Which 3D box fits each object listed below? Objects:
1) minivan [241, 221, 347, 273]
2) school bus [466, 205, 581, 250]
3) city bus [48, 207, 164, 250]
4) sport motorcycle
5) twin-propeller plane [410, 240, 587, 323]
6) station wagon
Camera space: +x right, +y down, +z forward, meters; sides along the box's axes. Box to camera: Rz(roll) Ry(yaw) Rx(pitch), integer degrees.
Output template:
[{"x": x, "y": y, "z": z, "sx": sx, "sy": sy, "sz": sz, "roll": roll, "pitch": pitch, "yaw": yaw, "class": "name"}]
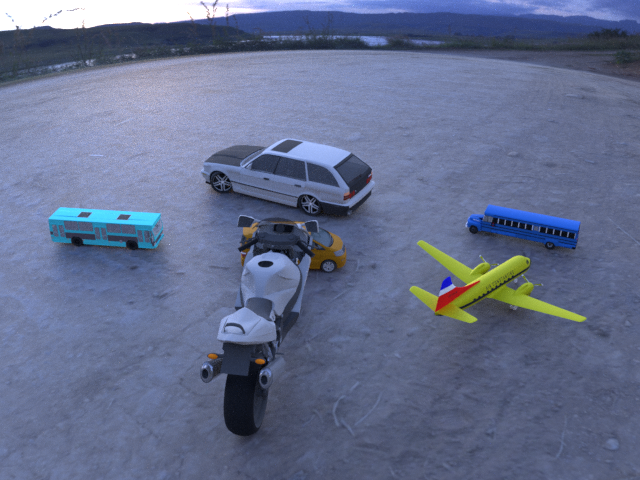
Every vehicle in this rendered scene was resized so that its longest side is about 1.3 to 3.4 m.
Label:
[{"x": -0.385, "y": 0.079, "z": 10.250, "sx": 1.548, "sy": 0.616, "sz": 0.681, "roll": -1, "pitch": 29, "yaw": -2, "class": "minivan"}, {"x": 3.157, "y": -0.217, "z": 10.963, "sx": 1.708, "sy": 0.434, "sz": 0.365, "roll": 13, "pitch": 32, "yaw": 22, "class": "school bus"}, {"x": -3.302, "y": -0.169, "z": 10.850, "sx": 1.674, "sy": 0.460, "sz": 0.476, "roll": 4, "pitch": 30, "yaw": 6, "class": "city bus"}, {"x": -0.608, "y": 0.807, "z": 7.952, "sx": 0.983, "sy": 1.596, "sz": 2.955, "roll": 4, "pitch": 30, "yaw": 8, "class": "sport motorcycle"}, {"x": 2.211, "y": 0.515, "z": 9.293, "sx": 2.129, "sy": 0.792, "sz": 2.663, "roll": -24, "pitch": 37, "yaw": -36, "class": "twin-propeller plane"}, {"x": -0.625, "y": -1.247, "z": 12.300, "sx": 3.105, "sy": 0.920, "sz": 1.327, "roll": 15, "pitch": 33, "yaw": 25, "class": "station wagon"}]
